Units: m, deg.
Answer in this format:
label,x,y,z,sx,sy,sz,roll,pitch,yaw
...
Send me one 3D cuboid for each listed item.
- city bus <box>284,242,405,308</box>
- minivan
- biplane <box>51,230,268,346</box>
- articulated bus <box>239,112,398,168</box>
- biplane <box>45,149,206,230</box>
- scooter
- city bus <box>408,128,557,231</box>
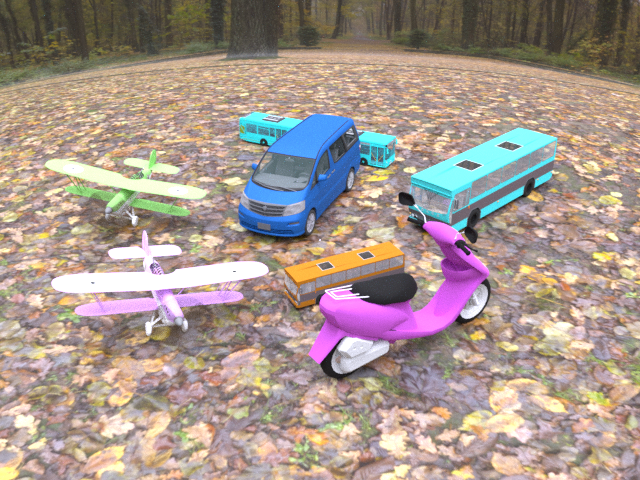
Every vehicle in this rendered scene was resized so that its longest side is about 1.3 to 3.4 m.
label,x,y,z,sx,sy,sz,roll,pitch,yaw
city bus,0.346,0.481,9.595,1.674,0.460,0.476,-14,31,-24
minivan,-0.286,-1.142,11.819,1.324,1.197,3.011,11,30,20
biplane,-2.004,0.543,8.933,2.598,0.981,2.120,-12,31,-21
articulated bus,-0.089,-2.049,14.163,3.401,0.561,0.605,14,31,24
biplane,-3.043,-0.877,11.557,2.598,0.981,2.120,4,29,8
scooter,1.053,0.529,8.112,2.721,1.786,1.288,-18,33,-29
city bus,2.825,-1.020,11.913,0.926,0.894,3.255,25,37,38
